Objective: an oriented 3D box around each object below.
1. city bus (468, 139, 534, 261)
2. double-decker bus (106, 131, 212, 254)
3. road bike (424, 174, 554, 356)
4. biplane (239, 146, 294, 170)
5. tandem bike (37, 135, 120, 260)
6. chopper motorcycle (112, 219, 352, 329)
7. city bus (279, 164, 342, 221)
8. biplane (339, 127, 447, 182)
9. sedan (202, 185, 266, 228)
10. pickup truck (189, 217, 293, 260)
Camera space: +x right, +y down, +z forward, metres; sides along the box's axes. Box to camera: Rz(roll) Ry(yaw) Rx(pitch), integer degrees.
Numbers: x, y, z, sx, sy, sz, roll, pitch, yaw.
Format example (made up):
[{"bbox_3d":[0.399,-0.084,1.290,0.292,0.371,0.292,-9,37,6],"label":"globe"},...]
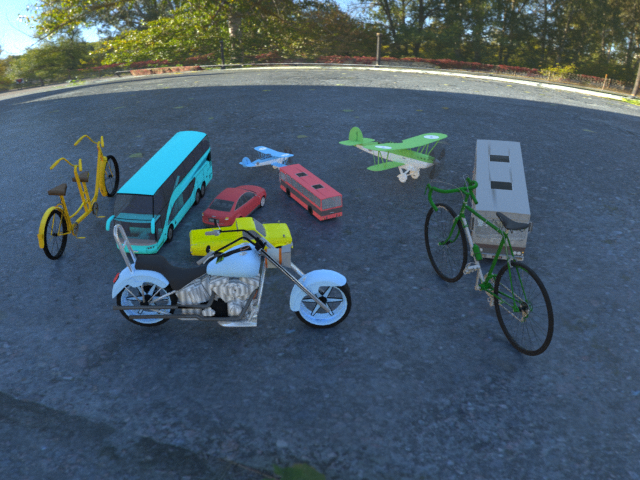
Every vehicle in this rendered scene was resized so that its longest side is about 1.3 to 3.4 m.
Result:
[{"bbox_3d":[2.990,-0.736,11.814,0.926,0.894,3.255,5,28,10],"label":"city bus"},{"bbox_3d":[-2.599,-0.855,11.874,0.756,1.052,3.251,4,28,7],"label":"double-decker bus"},{"bbox_3d":[2.119,0.218,9.144,0.696,1.656,3.004,-10,29,-19],"label":"road bike"},{"bbox_3d":[-1.063,-1.585,13.879,1.090,0.504,1.336,-17,32,-30],"label":"biplane"},{"bbox_3d":[-3.939,-0.844,11.555,0.550,1.326,3.192,3,27,5],"label":"tandem bike"},{"bbox_3d":[-1.116,0.466,8.855,3.040,1.480,0.906,-1,27,-2],"label":"chopper motorcycle"},{"bbox_3d":[-0.189,-0.854,12.515,0.476,0.460,1.674,-14,30,-25],"label":"city bus"},{"bbox_3d":[1.429,-1.725,13.632,2.120,0.981,2.598,20,34,34],"label":"biplane"},{"bbox_3d":[-1.455,-0.650,12.096,0.635,0.483,1.613,10,29,19],"label":"sedan"},{"bbox_3d":[-1.229,-0.041,10.890,1.603,0.511,0.640,-5,28,-10],"label":"pickup truck"}]
